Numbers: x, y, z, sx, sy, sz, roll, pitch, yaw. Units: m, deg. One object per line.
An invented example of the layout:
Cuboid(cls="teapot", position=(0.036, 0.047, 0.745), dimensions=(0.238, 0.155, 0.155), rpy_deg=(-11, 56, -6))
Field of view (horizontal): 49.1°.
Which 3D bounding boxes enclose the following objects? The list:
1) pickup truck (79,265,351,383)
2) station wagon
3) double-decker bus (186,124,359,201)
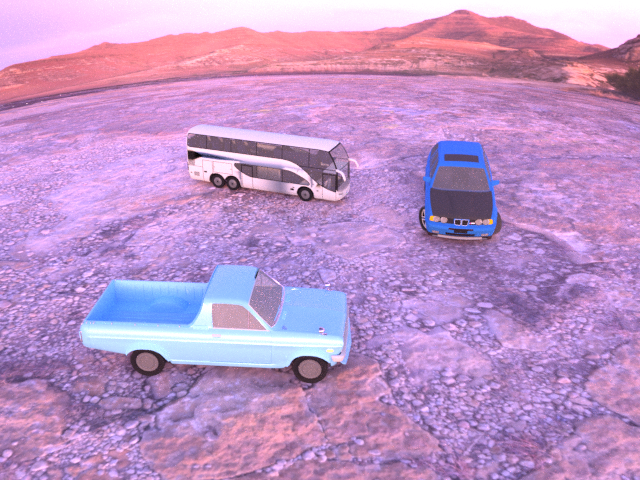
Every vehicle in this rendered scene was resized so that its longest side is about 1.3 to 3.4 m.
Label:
Cuboid(cls="pickup truck", position=(-1.179, 0.894, 8.308), dimensions=(3.117, 0.993, 1.244), rpy_deg=(2, 26, 4))
Cuboid(cls="station wagon", position=(2.430, -0.983, 12.223), dimensions=(1.327, 0.920, 3.105), rpy_deg=(4, 26, 8))
Cuboid(cls="double-decker bus", position=(-0.934, -1.435, 12.997), dimensions=(3.251, 1.052, 0.756), rpy_deg=(10, 28, 19))
